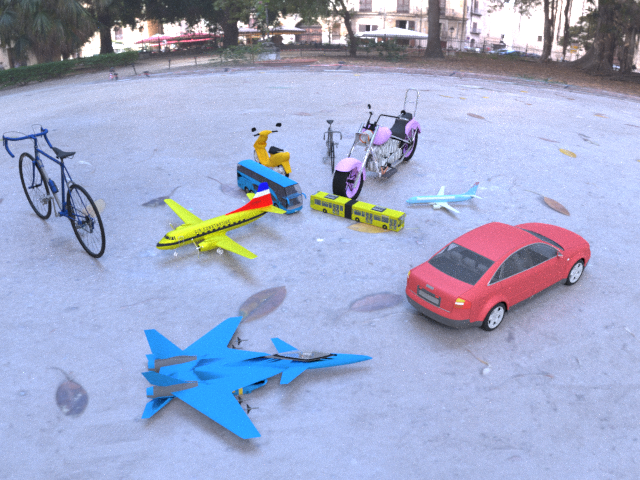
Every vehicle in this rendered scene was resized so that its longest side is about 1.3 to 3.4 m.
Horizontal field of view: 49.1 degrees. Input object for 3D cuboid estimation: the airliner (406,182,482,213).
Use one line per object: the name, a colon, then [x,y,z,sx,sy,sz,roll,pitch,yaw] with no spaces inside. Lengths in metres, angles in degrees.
airliner: [2.161,-0.808,12.306,1.307,0.429,1.161,-2,27,-3]

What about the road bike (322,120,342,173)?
road bike: [0.220,-1.938,14.056,0.358,0.852,1.545,-1,27,-3]

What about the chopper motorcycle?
chopper motorcycle: [1.116,-1.819,13.132,0.906,1.480,3.040,16,31,28]

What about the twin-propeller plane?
twin-propeller plane: [-1.609,-0.320,10.951,2.129,0.792,2.663,-20,33,-34]

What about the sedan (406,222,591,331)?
sedan: [2.539,0.285,9.603,3.137,0.940,1.235,-20,33,-34]

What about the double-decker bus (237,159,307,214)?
double-decker bus: [-0.901,-0.949,12.459,0.389,0.541,1.672,-20,33,-34]

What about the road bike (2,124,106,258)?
road bike: [-4.128,-0.805,10.952,0.697,1.656,3.004,-23,35,-37]

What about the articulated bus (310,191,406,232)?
articulated bus: [0.622,-0.497,11.851,1.749,0.289,0.311,16,31,29]

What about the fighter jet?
fighter jet: [-0.678,1.343,7.950,2.640,0.557,2.229,-5,27,-9]

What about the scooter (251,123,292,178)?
scooter: [-0.949,-1.745,13.605,0.662,0.919,1.399,-16,31,-29]
